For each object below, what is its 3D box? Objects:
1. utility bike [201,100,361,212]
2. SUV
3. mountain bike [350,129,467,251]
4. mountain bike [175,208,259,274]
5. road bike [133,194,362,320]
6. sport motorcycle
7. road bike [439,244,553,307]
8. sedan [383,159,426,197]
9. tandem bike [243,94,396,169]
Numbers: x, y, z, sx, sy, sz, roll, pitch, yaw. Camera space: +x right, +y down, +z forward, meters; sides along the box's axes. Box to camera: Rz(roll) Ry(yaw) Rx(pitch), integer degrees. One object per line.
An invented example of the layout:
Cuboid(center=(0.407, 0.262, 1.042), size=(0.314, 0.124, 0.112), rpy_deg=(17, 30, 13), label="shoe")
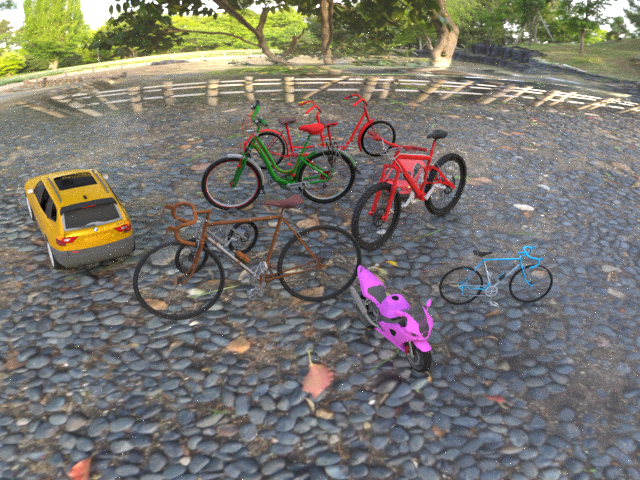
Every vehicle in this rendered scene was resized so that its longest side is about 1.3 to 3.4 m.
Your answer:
Cuboid(center=(-0.619, -1.336, 11.784), size=(2.791, 1.839, 1.039), rpy_deg=(-5, 28, -10), label="utility bike")
Cuboid(center=(-3.867, -0.566, 11.073), size=(1.276, 1.128, 3.058), rpy_deg=(-14, 31, -26), label="SUV")
Cuboid(center=(1.494, -0.913, 11.135), size=(2.857, 1.688, 1.114), rpy_deg=(-25, 36, -39), label="mountain bike")
Cuboid(center=(-1.516, -0.043, 10.349), size=(1.469, 0.868, 0.573), rpy_deg=(-22, 35, -36), label="mountain bike")
Cuboid(center=(-0.895, 0.205, 9.020), size=(3.004, 1.656, 0.697), rpy_deg=(-6, 28, -12), label="road bike")
Cuboid(center=(0.879, 0.946, 8.499), size=(0.506, 0.821, 1.520), rpy_deg=(-15, 31, -26), label="sport motorcycle")
Cuboid(center=(2.365, 0.490, 9.342), size=(1.545, 0.852, 0.358), rpy_deg=(-1, 28, -3), label="road bike")
Cuboid(center=(1.589, -1.246, 13.081), size=(0.635, 0.483, 1.613), rpy_deg=(8, 29, 16), label="sedan")
Cuboid(center=(0.036, -2.147, 13.899), size=(3.192, 1.326, 0.550), rpy_deg=(-8, 29, -15), label="tandem bike")
